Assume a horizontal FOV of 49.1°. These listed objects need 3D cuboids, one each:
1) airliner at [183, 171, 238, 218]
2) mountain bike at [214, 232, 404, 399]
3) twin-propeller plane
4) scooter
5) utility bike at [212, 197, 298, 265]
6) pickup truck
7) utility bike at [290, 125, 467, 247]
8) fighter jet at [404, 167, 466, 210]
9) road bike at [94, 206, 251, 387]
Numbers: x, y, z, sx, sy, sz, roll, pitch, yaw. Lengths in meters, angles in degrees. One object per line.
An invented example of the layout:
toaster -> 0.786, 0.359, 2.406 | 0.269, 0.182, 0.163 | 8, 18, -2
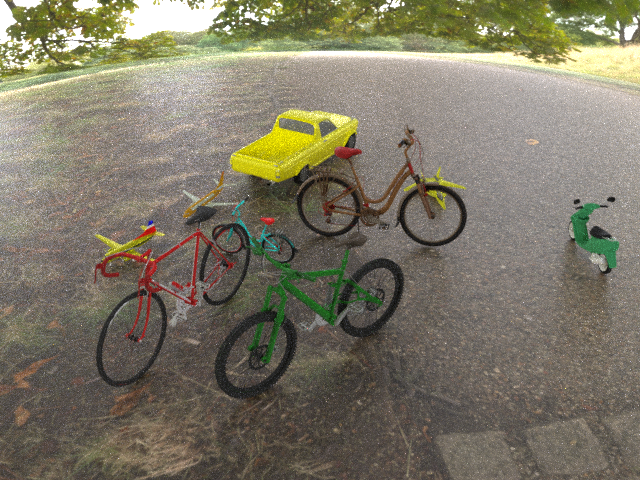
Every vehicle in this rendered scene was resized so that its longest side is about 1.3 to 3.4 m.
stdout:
airliner -> -2.005, -0.778, 12.200 | 1.161, 0.429, 1.307 | 14, 32, 23
mountain bike -> -0.031, 0.755, 8.241 | 2.857, 1.688, 1.114 | -22, 37, -34
twin-propeller plane -> -2.931, 0.055, 10.762 | 1.370, 0.407, 1.095 | 20, 35, 31
scooter -> 4.149, -0.150, 10.605 | 0.662, 0.919, 1.399 | -4, 30, -7
utility bike -> -1.014, -0.091, 10.474 | 1.435, 0.946, 0.535 | 10, 31, 17
pickup truck -> -0.410, -1.941, 13.673 | 1.244, 0.993, 3.117 | 16, 34, 26
utility bike -> 0.915, -0.857, 10.917 | 2.791, 1.839, 1.039 | 6, 30, 10
fighter jet -> 2.102, -0.931, 12.615 | 1.147, 0.286, 1.358 | -2, 30, -4
road bike -> -1.716, 0.521, 8.683 | 0.697, 1.656, 3.004 | 15, 33, 24
